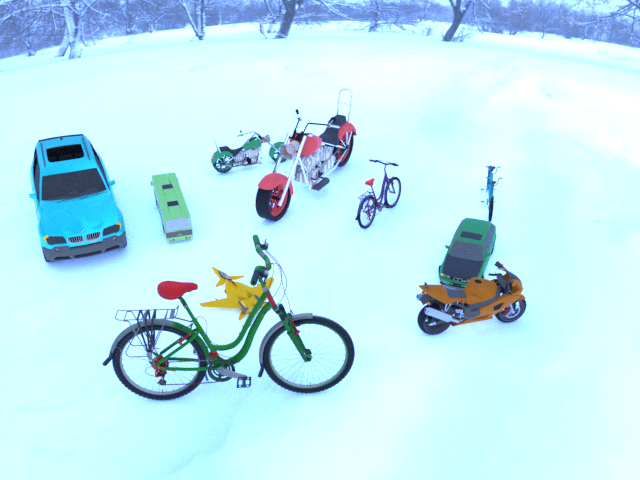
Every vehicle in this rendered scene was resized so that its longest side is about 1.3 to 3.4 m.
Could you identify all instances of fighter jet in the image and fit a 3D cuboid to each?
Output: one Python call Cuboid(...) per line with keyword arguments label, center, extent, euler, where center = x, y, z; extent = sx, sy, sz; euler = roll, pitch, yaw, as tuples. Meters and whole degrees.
Cuboid(label="fighter jet", center=(-1.197, 0.603, 9.719), extent=(1.147, 0.286, 1.358), euler=(-20, 36, -29))

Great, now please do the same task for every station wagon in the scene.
Cuboid(label="station wagon", center=(2.190, 0.153, 10.287), extent=(0.682, 0.473, 1.597), euler=(11, 33, 18))

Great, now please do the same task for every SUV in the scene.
Cuboid(label="SUV", center=(-3.939, -0.763, 11.176), extent=(1.276, 1.128, 3.058), euler=(-12, 33, -19))

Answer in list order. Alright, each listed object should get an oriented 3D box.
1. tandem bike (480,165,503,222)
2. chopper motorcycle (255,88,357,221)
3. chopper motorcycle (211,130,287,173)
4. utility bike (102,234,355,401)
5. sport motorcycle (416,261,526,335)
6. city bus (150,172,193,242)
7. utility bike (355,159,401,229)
Cuboid(label="tandem bike", center=(2.904, -0.923, 11.876), extent=(0.283, 0.682, 1.642), euler=(5, 31, 9))
Cuboid(label="chopper motorcycle", center=(-0.190, -1.520, 12.095), extent=(0.906, 1.480, 3.040), euler=(16, 35, 25))
Cuboid(label="chopper motorcycle", center=(-1.295, -1.700, 13.092), extent=(1.563, 0.761, 0.466), euler=(-15, 34, -23))
Cuboid(label="utility bike", center=(-1.009, 0.926, 7.673), extent=(2.791, 1.839, 1.039), euler=(-2, 31, -3))
Cuboid(label="sport motorcycle", center=(1.946, 0.784, 8.898), extent=(1.520, 0.821, 0.506), euler=(-7, 32, -11))
Cuboid(label="city bus", center=(-2.427, -0.537, 11.449), extent=(0.476, 0.460, 1.674), euler=(-10, 32, -16))
Cuboid(label="utility bike", center=(0.932, -0.802, 11.418), extent=(0.535, 0.946, 1.435), euler=(19, 36, 29))
